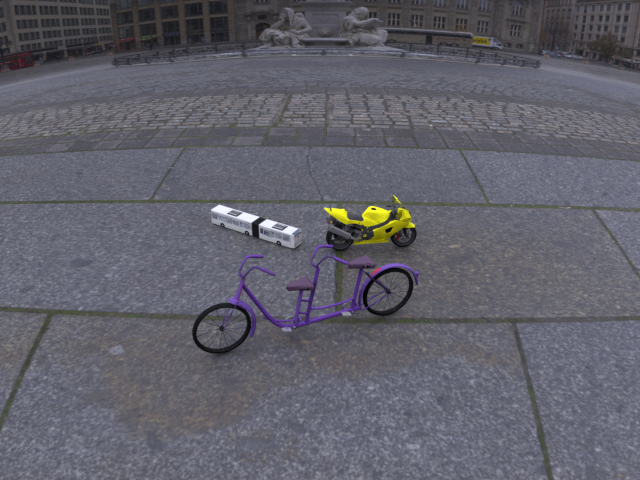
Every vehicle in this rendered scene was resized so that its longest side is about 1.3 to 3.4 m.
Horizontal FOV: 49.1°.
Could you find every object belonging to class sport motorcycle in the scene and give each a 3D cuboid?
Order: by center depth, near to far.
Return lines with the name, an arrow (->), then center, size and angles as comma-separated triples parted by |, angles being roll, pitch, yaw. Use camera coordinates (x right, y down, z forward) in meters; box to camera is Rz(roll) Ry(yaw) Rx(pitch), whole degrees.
sport motorcycle -> 0.819, -0.226, 11.248 | 1.520, 0.821, 0.506 | -3, 30, -5

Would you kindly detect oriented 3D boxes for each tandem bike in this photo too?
tandem bike -> -0.117, 0.682, 9.166 | 3.192, 1.326, 0.550 | -11, 32, -18

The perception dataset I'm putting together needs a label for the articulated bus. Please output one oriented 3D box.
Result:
articulated bus -> -1.095, -0.235, 11.795 | 1.749, 0.289, 0.311 | 17, 34, 27
